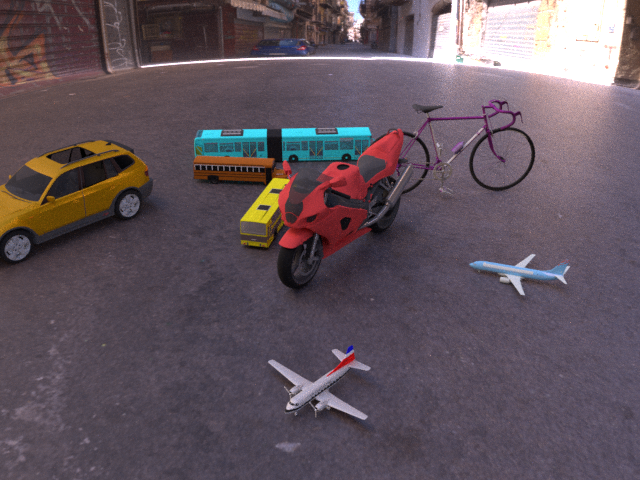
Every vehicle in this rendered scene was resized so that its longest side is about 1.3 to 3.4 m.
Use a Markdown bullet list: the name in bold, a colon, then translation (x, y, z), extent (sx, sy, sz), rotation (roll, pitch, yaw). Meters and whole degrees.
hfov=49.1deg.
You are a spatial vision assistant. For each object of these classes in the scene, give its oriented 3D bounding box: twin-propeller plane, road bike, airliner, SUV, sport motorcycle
- **twin-propeller plane**: translation (0.018, 1.482, 7.344), extent (1.370, 0.407, 1.095), rotation (23, 35, 37)
- **road bike**: translation (2.200, -1.547, 11.767), extent (3.004, 1.656, 0.697), rotation (-3, 28, -6)
- **airliner**: translation (2.687, 0.347, 9.481), extent (1.307, 0.429, 1.161), rotation (11, 30, 19)
- **SUV**: translation (-4.056, -0.703, 10.727), extent (1.276, 1.128, 3.058), rotation (22, 35, 36)
- **sport motorcycle**: translation (0.353, -0.497, 9.832), extent (0.983, 1.596, 2.955), rotation (18, 33, 31)

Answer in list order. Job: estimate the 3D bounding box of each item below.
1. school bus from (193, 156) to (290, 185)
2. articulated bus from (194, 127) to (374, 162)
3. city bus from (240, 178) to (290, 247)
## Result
- **school bus**: translation (-1.389, -1.240, 12.496), extent (1.708, 0.434, 0.365), rotation (3, 28, 5)
- **articulated bus**: translation (-0.680, -1.829, 13.479), extent (3.401, 0.561, 0.605), rotation (-1, 28, -3)
- **city bus**: translation (-0.768, -0.430, 10.926), extent (0.476, 0.460, 1.674), rotation (7, 28, 12)
